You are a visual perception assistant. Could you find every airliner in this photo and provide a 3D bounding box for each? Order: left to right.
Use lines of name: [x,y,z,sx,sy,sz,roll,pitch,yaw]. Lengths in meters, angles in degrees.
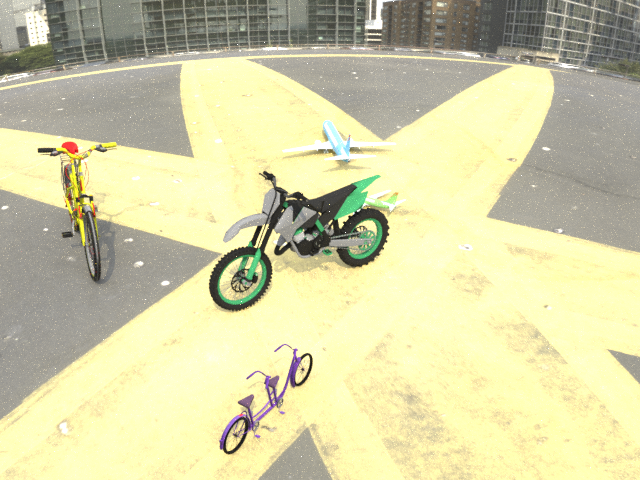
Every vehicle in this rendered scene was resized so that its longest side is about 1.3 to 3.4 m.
airliner: [0.339,-2.114,13.875,2.257,0.835,2.541,-5,30,-9]
airliner: [0.775,-0.767,11.895,1.307,0.429,1.161,19,35,30]

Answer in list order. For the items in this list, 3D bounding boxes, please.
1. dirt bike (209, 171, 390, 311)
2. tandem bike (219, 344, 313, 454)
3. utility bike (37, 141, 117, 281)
dirt bike: [-0.196,-0.083,9.418,2.903,1.666,1.024,-19,34,-30]
tandem bike: [-0.536,1.606,7.420,0.283,0.682,1.642,18,34,28]
utility bike: [-3.481,-0.687,10.316,1.039,1.839,2.791,-13,32,-22]
